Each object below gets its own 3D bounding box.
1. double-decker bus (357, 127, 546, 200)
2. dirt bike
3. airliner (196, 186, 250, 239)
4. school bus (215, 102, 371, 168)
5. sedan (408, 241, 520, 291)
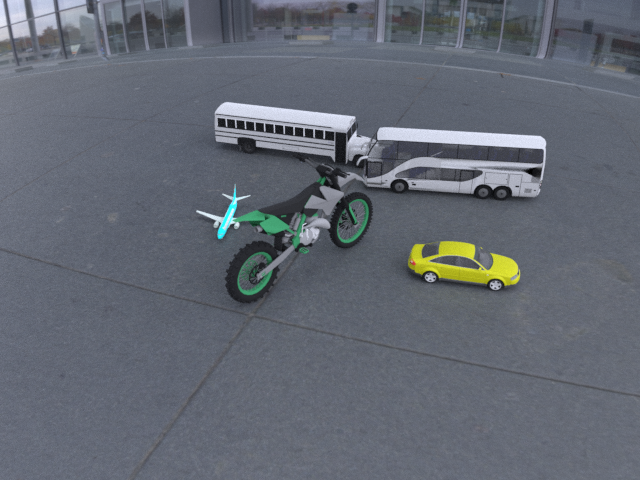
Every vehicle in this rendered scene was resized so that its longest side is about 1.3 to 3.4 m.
[{"bbox_3d":[2.308,-1.383,12.497,3.251,1.052,0.756,4,31,7],"label":"double-decker bus"},{"bbox_3d":[-0.224,-0.255,10.027,1.024,1.666,2.903,27,40,37],"label":"dirt bike"},{"bbox_3d":[-1.521,-0.459,11.566,1.161,0.429,1.307,3,31,6],"label":"airliner"},{"bbox_3d":[-0.450,-2.116,13.917,3.322,0.844,0.709,9,32,15],"label":"school bus"},{"bbox_3d":[2.101,0.326,10.209,1.613,0.483,0.635,7,32,11],"label":"sedan"}]
